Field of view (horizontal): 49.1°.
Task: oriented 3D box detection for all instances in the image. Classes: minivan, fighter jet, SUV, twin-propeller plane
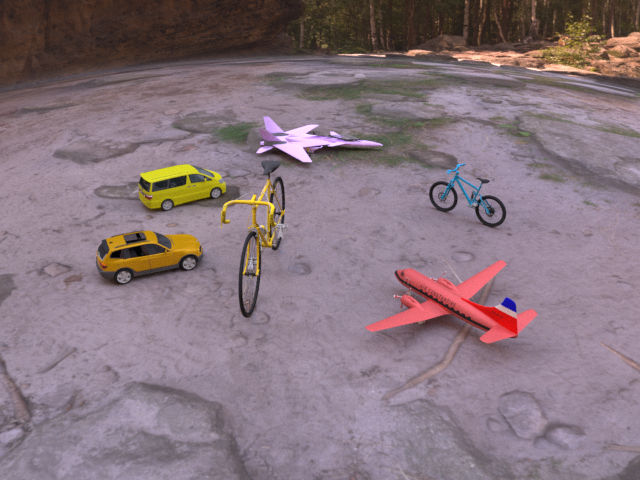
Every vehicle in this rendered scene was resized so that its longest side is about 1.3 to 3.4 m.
[{"bbox_3d":[-2.469,-1.011,12.627,1.548,0.616,0.681,-17,33,-28],"label":"minivan"},{"bbox_3d":[0.023,-2.204,14.880,2.640,0.557,2.229,2,29,3],"label":"fighter jet"},{"bbox_3d":[-2.552,0.173,10.490,1.572,0.580,0.656,-12,31,-21],"label":"SUV"},{"bbox_3d":[1.744,0.730,9.245,2.663,0.792,2.129,-21,35,-33],"label":"twin-propeller plane"}]

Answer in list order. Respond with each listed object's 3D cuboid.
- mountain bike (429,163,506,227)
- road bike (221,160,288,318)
[{"bbox_3d":[2.505,-0.758,11.899,1.469,0.868,0.573,22,35,34],"label":"mountain bike"},{"bbox_3d":[-0.803,-0.196,10.043,0.697,1.656,3.004,4,29,7],"label":"road bike"}]
